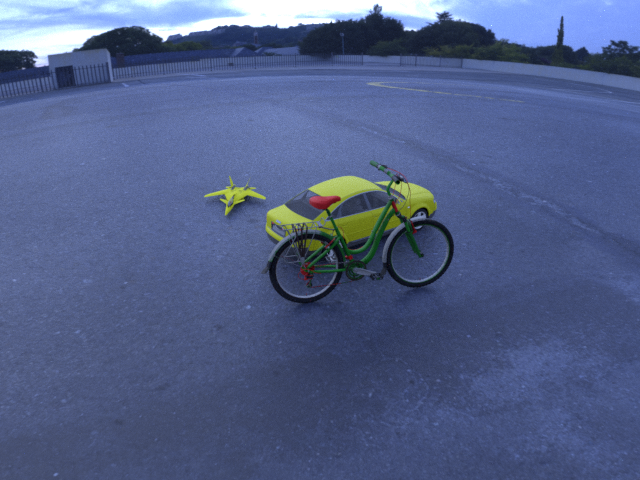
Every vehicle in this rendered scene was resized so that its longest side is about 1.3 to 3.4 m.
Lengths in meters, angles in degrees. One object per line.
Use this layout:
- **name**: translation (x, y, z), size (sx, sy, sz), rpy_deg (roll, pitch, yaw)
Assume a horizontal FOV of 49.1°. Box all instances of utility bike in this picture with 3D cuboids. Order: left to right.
- **utility bike**: translation (0.534, -0.109, 9.597), size (2.791, 1.839, 1.039), rpy_deg (-7, 27, -13)

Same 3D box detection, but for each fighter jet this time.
- **fighter jet**: translation (-1.582, -0.806, 12.803), size (1.147, 0.286, 1.358), rpy_deg (2, 26, 5)

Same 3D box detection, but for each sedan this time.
- **sedan**: translation (0.590, -0.533, 11.497), size (3.137, 0.940, 1.235), rpy_deg (-18, 31, -32)
